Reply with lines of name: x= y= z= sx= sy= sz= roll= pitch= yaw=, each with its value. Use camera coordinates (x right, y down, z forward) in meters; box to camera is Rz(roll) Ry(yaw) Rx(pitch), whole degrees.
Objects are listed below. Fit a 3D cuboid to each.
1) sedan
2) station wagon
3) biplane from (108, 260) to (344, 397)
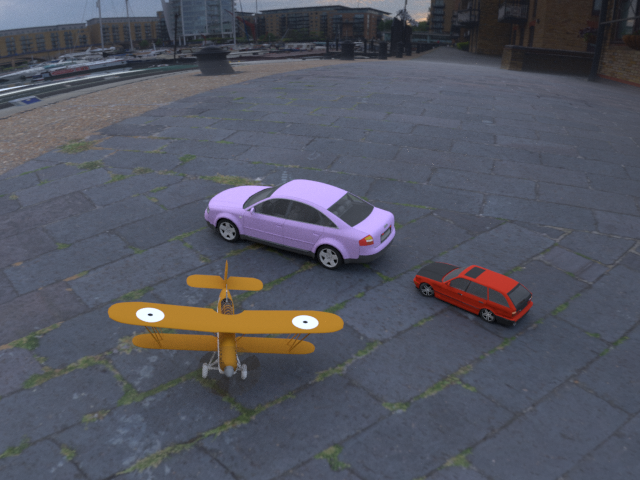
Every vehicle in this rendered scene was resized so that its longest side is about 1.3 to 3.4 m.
sedan: x=-0.374 y=-0.409 z=10.882 sx=3.137 sy=0.940 sz=1.235 roll=14 pitch=31 yaw=24
station wagon: x=2.038 y=0.624 z=9.444 sx=1.597 sy=0.473 sz=0.682 roll=22 pitch=35 yaw=35
biplane: x=-1.060 y=0.964 z=8.269 sx=2.598 sy=0.981 sz=2.120 roll=-4 pitch=28 yaw=-7
